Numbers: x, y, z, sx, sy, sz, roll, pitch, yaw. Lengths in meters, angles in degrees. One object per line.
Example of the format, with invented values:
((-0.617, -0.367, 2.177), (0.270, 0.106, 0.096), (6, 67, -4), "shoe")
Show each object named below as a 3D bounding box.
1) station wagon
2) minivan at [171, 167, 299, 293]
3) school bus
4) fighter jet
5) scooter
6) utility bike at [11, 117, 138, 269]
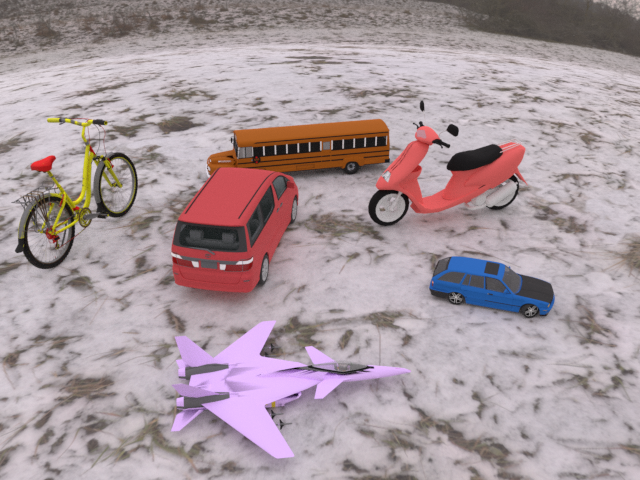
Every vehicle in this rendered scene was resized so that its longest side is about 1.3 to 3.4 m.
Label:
((2.271, 0.574, 9.208), (1.597, 0.473, 0.682), (10, 31, 16), "station wagon")
((-1.135, -0.394, 10.177), (1.324, 1.197, 3.011), (5, 30, 9), "minivan")
((-0.406, -1.617, 12.682), (3.322, 0.844, 0.709), (-6, 30, -11), "school bus")
((-0.281, 1.414, 7.648), (2.640, 0.557, 2.229), (-4, 30, -7), "fighter jet")
((2.056, -1.162, 10.929), (2.721, 1.786, 1.288), (-8, 31, -14), "scooter")
((-3.642, -0.829, 10.292), (1.039, 1.839, 2.791), (10, 31, 18), "utility bike")
